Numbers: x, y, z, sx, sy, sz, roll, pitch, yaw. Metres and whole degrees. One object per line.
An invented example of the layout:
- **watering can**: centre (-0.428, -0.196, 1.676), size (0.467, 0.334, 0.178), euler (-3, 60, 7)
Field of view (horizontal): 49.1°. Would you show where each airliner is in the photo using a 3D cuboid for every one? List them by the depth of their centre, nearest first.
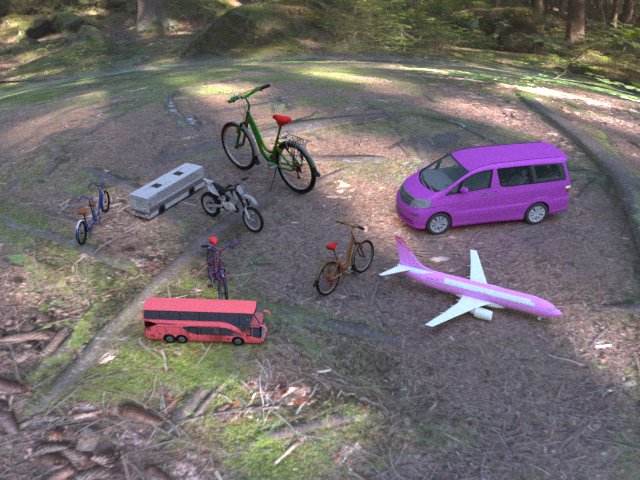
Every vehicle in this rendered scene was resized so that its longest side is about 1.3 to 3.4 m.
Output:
- **airliner**: centre (2.205, 0.553, 10.047), size (2.541, 0.835, 2.257), euler (13, 32, 23)

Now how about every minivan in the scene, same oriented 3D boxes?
- **minivan**: centre (2.866, -0.970, 12.422), size (3.011, 1.197, 1.324), euler (-6, 30, -11)

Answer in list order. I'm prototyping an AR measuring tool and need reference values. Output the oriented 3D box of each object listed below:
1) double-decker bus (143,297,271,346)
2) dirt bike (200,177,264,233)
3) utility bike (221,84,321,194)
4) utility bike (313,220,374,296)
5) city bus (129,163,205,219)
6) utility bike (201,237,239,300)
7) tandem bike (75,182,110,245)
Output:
- **double-decker bus**: centre (-1.516, 1.085, 9.391), size (1.672, 0.541, 0.389), euler (2, 29, 3)
- **dirt bike**: centre (-1.553, -0.669, 12.229), size (1.493, 0.857, 0.527), euler (20, 35, 32)
- **utility bike**: centre (-1.095, -1.931, 13.493), size (2.791, 1.839, 1.039), euler (24, 37, 37)
- **utility bike**: centre (0.335, 0.223, 10.529), size (0.535, 0.946, 1.435), euler (23, 36, 35)
- **city bus**: centre (-2.831, -0.920, 13.092), size (0.476, 0.460, 1.674), euler (15, 32, 24)
- **utility bike**: centre (-1.473, 0.369, 10.265), size (0.535, 0.946, 1.435), euler (-9, 30, -16)
- **tandem bike**: centre (-3.951, -0.522, 12.145), size (0.283, 0.682, 1.642), euler (2, 29, 3)
